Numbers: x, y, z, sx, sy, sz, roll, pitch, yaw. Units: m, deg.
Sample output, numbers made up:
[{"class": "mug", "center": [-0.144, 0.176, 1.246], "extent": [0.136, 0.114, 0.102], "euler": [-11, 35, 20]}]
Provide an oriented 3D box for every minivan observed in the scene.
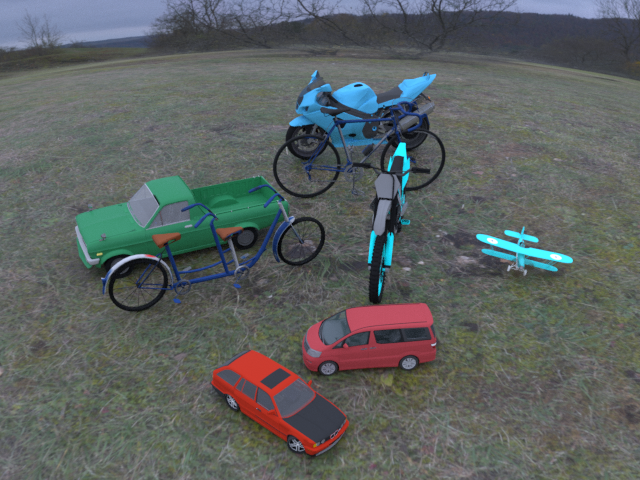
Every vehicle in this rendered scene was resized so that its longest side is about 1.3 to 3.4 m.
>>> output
[{"class": "minivan", "center": [0.564, 1.129, 8.167], "extent": [1.548, 0.616, 0.681], "euler": [-3, 29, -5]}]

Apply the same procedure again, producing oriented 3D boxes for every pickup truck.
[{"class": "pickup truck", "center": [-2.050, -0.380, 10.472], "extent": [3.117, 0.993, 1.244], "euler": [-13, 32, -23]}]

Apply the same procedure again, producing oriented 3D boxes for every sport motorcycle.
[{"class": "sport motorcycle", "center": [0.783, -2.394, 13.444], "extent": [2.955, 1.596, 0.983], "euler": [-7, 30, -12]}]

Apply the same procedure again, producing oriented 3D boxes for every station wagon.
[{"class": "station wagon", "center": [-0.435, 1.652, 7.380], "extent": [1.597, 0.473, 0.682], "euler": [23, 37, 35]}]

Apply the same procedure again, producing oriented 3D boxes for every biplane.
[{"class": "biplane", "center": [2.895, 0.164, 10.000], "extent": [1.336, 0.504, 1.090], "euler": [7, 30, 12]}]

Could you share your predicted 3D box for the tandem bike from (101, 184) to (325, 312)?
[{"class": "tandem bike", "center": [-1.329, 0.072, 9.326], "extent": [3.192, 1.326, 0.550], "euler": [-15, 33, -25]}]

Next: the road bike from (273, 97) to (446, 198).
[{"class": "road bike", "center": [0.694, -1.523, 11.832], "extent": [3.004, 1.656, 0.697], "euler": [-4, 30, -8]}]

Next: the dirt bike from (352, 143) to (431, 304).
[{"class": "dirt bike", "center": [1.001, -0.410, 9.837], "extent": [1.024, 1.666, 2.903], "euler": [6, 30, 11]}]
